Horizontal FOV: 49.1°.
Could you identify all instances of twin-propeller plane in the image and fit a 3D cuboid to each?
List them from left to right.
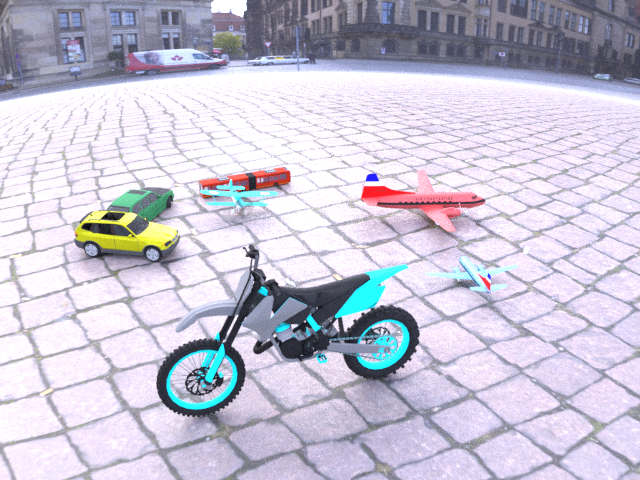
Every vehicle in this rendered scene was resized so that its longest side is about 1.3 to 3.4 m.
[{"bbox_3d":[1.748,-0.761,11.762,2.129,0.792,2.663,-1,26,-2],"label":"twin-propeller plane"},{"bbox_3d":[2.159,0.433,9.749,1.370,0.407,1.095,-5,26,-9],"label":"twin-propeller plane"}]

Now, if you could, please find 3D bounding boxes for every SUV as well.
[{"bbox_3d":[-2.934,-0.099,10.644,1.572,0.580,0.656,4,26,8],"label":"SUV"}]

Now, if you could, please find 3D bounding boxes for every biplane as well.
[{"bbox_3d":[-1.414,-0.738,12.043,1.336,0.504,1.090,-9,27,-18],"label":"biplane"}]

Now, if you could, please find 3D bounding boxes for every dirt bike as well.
[{"bbox_3d":[-0.261,0.944,7.262,2.903,1.666,1.024,-9,27,-17],"label":"dirt bike"}]

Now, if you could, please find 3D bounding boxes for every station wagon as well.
[{"bbox_3d":[-3.039,-0.604,11.803,0.682,0.473,1.597,7,27,14],"label":"station wagon"}]

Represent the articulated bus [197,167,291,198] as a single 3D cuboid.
[{"bbox_3d":[-1.389,-1.073,12.977,1.749,0.289,0.311,-12,28,-23],"label":"articulated bus"}]
